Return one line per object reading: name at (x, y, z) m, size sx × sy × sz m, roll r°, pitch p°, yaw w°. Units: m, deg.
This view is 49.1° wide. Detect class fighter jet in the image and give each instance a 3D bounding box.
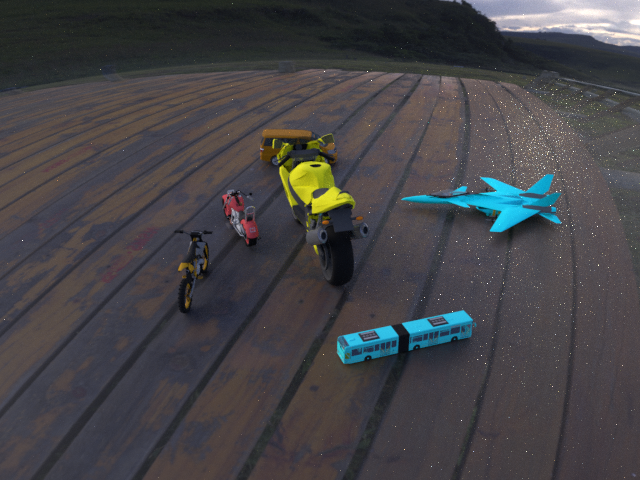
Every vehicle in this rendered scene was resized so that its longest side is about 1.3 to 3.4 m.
fighter jet at (2.735, -0.783, 12.062) m, size 2.640 × 0.557 × 2.229 m, roll 4°, pitch 28°, yaw 7°

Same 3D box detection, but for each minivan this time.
minivan at (-0.420, -1.867, 14.045) m, size 1.548 × 0.616 × 0.681 m, roll 1°, pitch 28°, yaw 2°

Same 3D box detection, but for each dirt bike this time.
dirt bike at (-1.749, 0.327, 9.648) m, size 0.527 × 0.857 × 1.493 m, roll 2°, pitch 28°, yaw 4°

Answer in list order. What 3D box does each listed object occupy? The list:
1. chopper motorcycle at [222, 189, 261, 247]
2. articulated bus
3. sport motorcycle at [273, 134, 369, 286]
chopper motorcycle at (-1.311, -0.471, 11.257) m, size 0.466 × 0.761 × 1.563 m, roll -11°, pitch 30°, yaw -20°
articulated bus at (1.071, 1.192, 8.624) m, size 1.749 × 0.289 × 0.311 m, roll -9°, pitch 29°, yaw -17°
sport motorcycle at (-0.049, -0.545, 10.504) m, size 0.983 × 1.596 × 2.955 m, roll -8°, pitch 29°, yaw -14°
